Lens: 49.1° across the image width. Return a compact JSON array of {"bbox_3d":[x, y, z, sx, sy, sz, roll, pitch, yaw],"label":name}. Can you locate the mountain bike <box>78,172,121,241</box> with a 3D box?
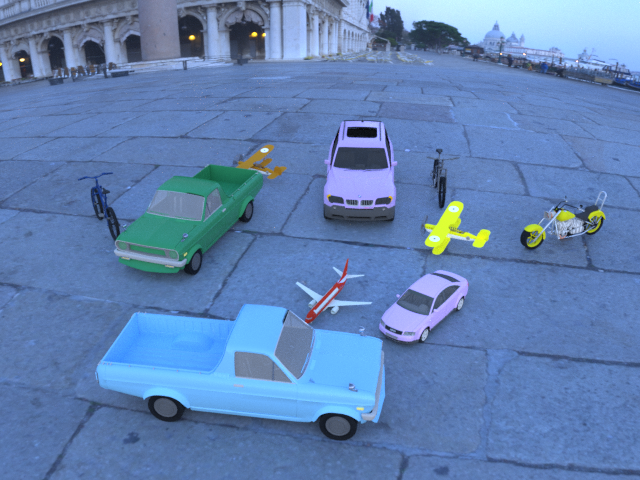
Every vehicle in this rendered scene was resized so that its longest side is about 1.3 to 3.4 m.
[{"bbox_3d":[-3.558,-0.575,11.518,0.573,0.868,1.469,-16,31,-27],"label":"mountain bike"}]

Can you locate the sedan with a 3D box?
[{"bbox_3d":[1.392,0.823,9.260,0.635,0.483,1.613,20,34,33],"label":"sedan"}]

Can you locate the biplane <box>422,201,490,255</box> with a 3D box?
[{"bbox_3d":[2.106,-0.100,11.003,1.090,0.504,1.336,14,31,24],"label":"biplane"}]

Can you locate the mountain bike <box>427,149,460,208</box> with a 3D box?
[{"bbox_3d":[2.170,-1.193,12.701,0.573,0.868,1.469,1,28,2],"label":"mountain bike"}]

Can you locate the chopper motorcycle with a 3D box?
[{"bbox_3d":[3.895,-0.316,11.140,1.563,0.761,0.466,-11,29,-19],"label":"chopper motorcycle"}]

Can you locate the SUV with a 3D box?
[{"bbox_3d":[0.737,-1.322,12.667,1.276,1.128,3.058,2,28,3],"label":"SUV"}]

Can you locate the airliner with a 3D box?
[{"bbox_3d":[0.114,0.705,9.544,1.161,0.429,1.307,14,31,24],"label":"airliner"}]

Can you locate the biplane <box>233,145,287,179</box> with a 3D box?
[{"bbox_3d":[-1.185,-1.362,13.416,1.090,0.504,1.336,17,32,29],"label":"biplane"}]

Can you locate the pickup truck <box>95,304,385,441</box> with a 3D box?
[{"bbox_3d":[-0.825,1.322,7.757,3.117,0.993,1.244,4,28,8],"label":"pickup truck"}]

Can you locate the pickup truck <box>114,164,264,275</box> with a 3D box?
[{"bbox_3d":[-2.003,-0.510,11.261,1.244,0.993,3.117,9,29,17],"label":"pickup truck"}]
